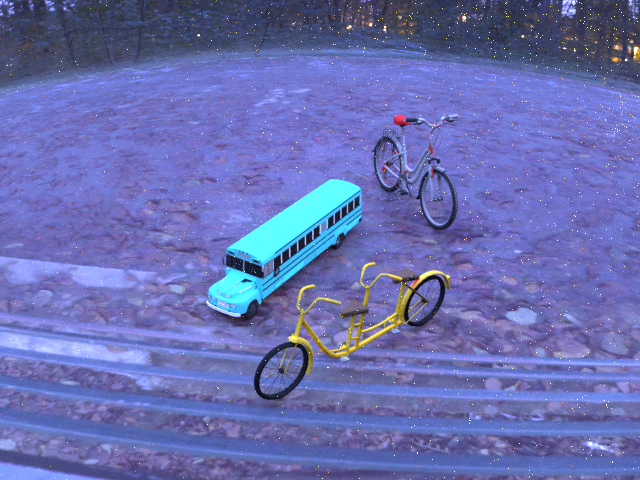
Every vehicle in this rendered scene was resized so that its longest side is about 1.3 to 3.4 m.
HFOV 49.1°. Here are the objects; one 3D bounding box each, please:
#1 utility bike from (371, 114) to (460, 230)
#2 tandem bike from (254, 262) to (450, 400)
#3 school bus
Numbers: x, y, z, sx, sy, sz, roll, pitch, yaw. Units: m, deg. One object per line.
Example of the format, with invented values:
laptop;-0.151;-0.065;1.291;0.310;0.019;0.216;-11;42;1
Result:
utility bike;1.707;-1.438;12.294;1.039;1.839;2.791;-13;32;-22
tandem bike;0.513;0.930;8.681;3.192;1.326;0.550;-21;36;-32
school bus;-0.463;0.061;10.679;0.709;0.844;3.322;18;34;28
